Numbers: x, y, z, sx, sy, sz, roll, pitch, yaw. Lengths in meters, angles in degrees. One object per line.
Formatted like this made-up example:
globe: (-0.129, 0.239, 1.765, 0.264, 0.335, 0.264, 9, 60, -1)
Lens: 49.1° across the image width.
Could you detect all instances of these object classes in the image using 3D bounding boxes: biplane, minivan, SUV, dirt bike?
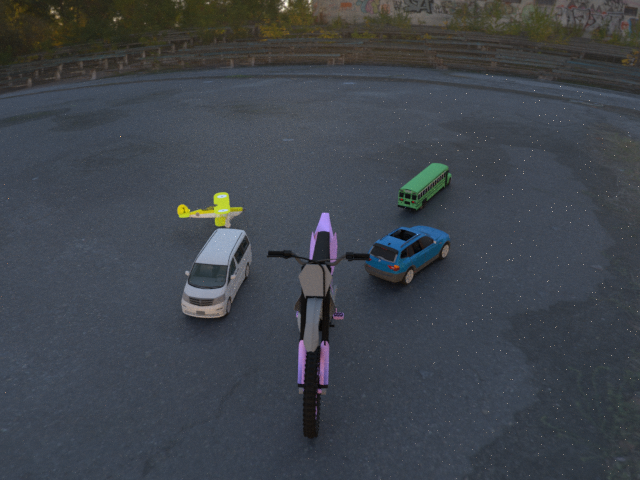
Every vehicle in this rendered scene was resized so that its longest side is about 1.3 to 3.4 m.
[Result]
biplane: (-1.727, -0.453, 11.227, 1.090, 0.504, 1.336, -4, 27, -8)
minivan: (-1.367, 0.425, 9.366, 0.681, 0.616, 1.548, 4, 27, 8)
SUV: (1.281, 0.108, 10.033, 0.656, 0.580, 1.572, 20, 33, 34)
dirt bike: (0.005, 0.714, 7.630, 1.024, 1.666, 2.903, 2, 27, 3)

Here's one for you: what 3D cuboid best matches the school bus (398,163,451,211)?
school bus: (1.883, -0.969, 12.325, 0.365, 0.434, 1.708, 15, 30, 27)
